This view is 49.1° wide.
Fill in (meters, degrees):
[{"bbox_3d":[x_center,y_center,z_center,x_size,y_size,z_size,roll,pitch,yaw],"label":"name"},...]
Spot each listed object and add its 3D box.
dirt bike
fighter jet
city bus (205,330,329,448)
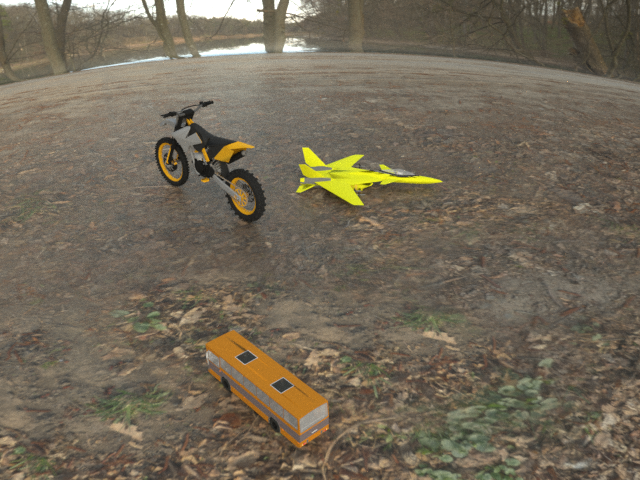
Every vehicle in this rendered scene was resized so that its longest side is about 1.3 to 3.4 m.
[{"bbox_3d":[-1.967,-1.392,11.879,2.903,1.666,1.024,25,38,37],"label":"dirt bike"},{"bbox_3d":[0.922,-1.250,12.759,2.640,0.557,2.229,2,29,3],"label":"fighter jet"},{"bbox_3d":[-0.617,1.623,7.744,0.476,0.460,1.674,-24,37,-36],"label":"city bus"}]
